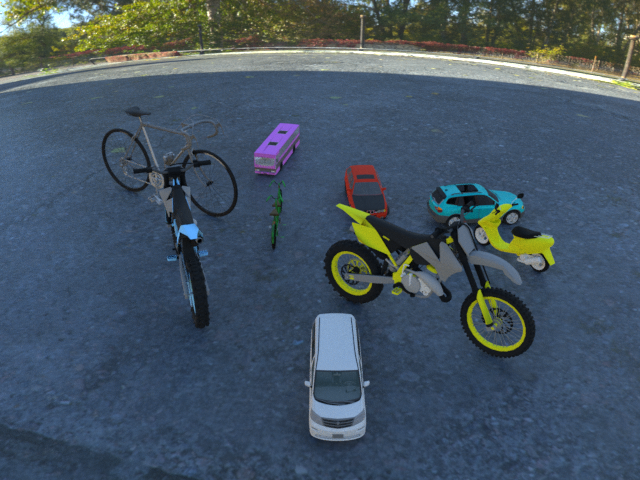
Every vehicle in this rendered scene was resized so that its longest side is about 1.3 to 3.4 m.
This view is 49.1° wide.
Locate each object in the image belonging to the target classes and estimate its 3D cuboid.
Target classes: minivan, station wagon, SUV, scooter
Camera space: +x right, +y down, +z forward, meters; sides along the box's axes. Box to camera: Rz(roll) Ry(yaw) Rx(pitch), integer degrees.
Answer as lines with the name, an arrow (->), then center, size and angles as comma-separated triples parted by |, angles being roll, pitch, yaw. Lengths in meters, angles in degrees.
minivan -> 0.179, 1.459, 7.647 | 0.681, 0.616, 1.548 | 0, 29, 0
station wagon -> 0.771, -0.852, 11.927 | 0.682, 0.473, 1.597 | -2, 29, -3
SUV -> 2.539, -0.602, 11.371 | 1.572, 0.580, 0.656 | -5, 30, -8
scooter -> 2.828, -0.132, 10.183 | 0.662, 0.919, 1.399 | -22, 36, -34

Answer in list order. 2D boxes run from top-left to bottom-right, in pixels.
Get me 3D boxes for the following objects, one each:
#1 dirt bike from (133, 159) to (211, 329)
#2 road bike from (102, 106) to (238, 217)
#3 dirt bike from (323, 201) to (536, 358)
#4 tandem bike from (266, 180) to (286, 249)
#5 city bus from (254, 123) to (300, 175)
dirt bike -> -1.861, -0.137, 9.425 | 1.024, 1.666, 2.903 | -9, 30, -15
road bike -> -2.584, -1.363, 11.630 | 3.004, 1.656, 0.697 | 17, 33, 27
dirt bike -> 1.265, 0.365, 8.527 | 2.903, 1.666, 1.024 | 19, 34, 30
tandem bike -> -0.681, -0.465, 11.022 | 0.283, 0.682, 1.642 | 1, 29, 1
city bus -> -0.814, -1.762, 13.571 | 0.476, 0.460, 1.674 | 7, 30, 12
